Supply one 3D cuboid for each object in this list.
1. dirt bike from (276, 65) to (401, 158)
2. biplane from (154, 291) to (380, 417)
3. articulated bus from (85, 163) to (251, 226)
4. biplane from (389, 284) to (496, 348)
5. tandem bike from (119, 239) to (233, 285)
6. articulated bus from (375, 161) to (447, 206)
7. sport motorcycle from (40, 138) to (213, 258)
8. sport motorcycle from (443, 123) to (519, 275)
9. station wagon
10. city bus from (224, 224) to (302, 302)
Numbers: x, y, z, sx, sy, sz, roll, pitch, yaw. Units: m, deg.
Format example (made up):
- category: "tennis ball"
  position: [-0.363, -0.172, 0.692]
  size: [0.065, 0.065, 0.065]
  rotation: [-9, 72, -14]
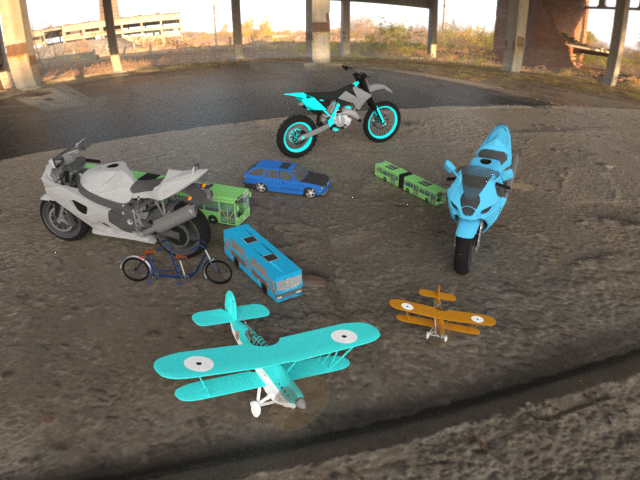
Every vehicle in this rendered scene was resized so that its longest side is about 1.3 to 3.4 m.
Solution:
- category: "dirt bike"
  position: [0.429, -2.655, 14.477]
  size: [2.903, 1.666, 1.024]
  rotation: [-13, 31, -23]
- category: "biplane"
  position: [-0.633, 1.271, 7.886]
  size: [2.598, 0.981, 2.120]
  rotation: [-15, 32, -25]
- category: "articulated bus"
  position: [-2.819, -0.810, 12.209]
  size: [3.401, 0.561, 0.605]
  rotation: [10, 30, 18]
- category: "biplane"
  position: [1.550, 0.954, 8.980]
  size: [1.336, 0.504, 1.090]
  rotation: [3, 28, 5]
- category: "tandem bike"
  position: [-2.068, 0.318, 9.978]
  size: [1.642, 0.682, 0.283]
  rotation: [2, 28, 3]
- category: "articulated bus"
  position: [1.660, -1.067, 12.975]
  size: [0.311, 0.289, 1.749]
  rotation: [-18, 33, -31]
- category: "sport motorcycle"
  position: [-3.023, -0.576, 10.678]
  size: [2.955, 1.596, 0.983]
  rotation: [7, 29, 13]
- category: "sport motorcycle"
  position: [2.528, -0.696, 10.901]
  size: [0.983, 1.596, 2.955]
  rotation: [11, 30, 19]
- category: "station wagon"
  position: [-0.598, -1.159, 12.951]
  size: [1.597, 0.473, 0.682]
  rotation: [8, 29, 14]
- category: "city bus"
  position: [-0.858, 0.327, 10.196]
  size: [0.476, 0.460, 1.674]
  rotation: [-17, 32, -28]
